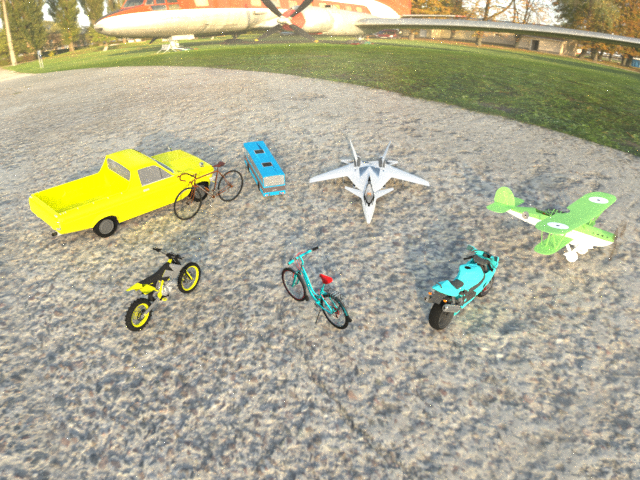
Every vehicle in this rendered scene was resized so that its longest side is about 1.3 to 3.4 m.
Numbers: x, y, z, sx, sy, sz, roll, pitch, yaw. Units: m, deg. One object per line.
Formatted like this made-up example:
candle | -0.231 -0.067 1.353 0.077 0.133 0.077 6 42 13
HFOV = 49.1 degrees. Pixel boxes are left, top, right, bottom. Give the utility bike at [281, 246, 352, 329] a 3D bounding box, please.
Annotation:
utility bike | -0.109 0.647 9.478 0.535 0.946 1.435 -24 38 -35

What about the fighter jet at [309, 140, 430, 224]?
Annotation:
fighter jet | 0.904 -1.090 12.811 2.229 0.557 2.640 2 31 3

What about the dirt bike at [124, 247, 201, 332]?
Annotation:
dirt bike | -2.159 0.605 9.636 0.527 0.857 1.493 17 35 27

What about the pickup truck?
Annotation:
pickup truck | -3.357 -0.949 12.143 3.117 0.993 1.244 -26 39 -36

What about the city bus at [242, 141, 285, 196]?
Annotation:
city bus | -1.078 -1.359 13.364 0.476 0.460 1.674 -9 32 -15

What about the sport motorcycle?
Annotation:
sport motorcycle | 1.977 0.647 9.601 0.506 0.821 1.520 26 39 36

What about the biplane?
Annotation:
biplane | 3.726 -0.304 11.058 2.120 0.981 2.598 23 37 33

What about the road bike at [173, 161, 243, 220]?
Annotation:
road bike | -1.933 -0.905 12.207 0.358 0.852 1.545 26 39 36
